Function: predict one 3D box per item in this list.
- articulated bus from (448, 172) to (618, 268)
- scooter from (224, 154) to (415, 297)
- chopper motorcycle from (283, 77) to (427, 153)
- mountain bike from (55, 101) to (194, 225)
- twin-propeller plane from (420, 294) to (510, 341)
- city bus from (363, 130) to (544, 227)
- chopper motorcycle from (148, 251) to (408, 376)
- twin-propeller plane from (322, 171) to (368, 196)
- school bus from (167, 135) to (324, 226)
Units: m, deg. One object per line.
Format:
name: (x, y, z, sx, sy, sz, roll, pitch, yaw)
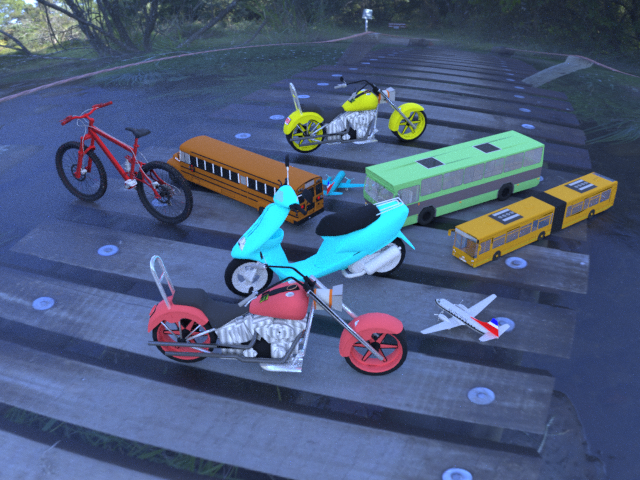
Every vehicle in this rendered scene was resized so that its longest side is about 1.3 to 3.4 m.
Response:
articulated bus: (3.463, -0.374, 11.109, 3.401, 0.561, 0.605, -20, 36, -30)
scooter: (0.016, -0.144, 9.504, 2.721, 1.786, 1.288, -8, 31, -13)
chopper motorcycle: (0.743, -2.526, 13.873, 3.040, 1.480, 0.906, -10, 32, -17)
mountain bike: (-3.284, -1.219, 11.436, 2.857, 1.688, 1.114, 15, 33, 23)
twin-propeller plane: (1.870, 0.961, 8.982, 1.370, 0.407, 1.095, -21, 36, -31)
city bus: (2.307, -1.028, 11.896, 3.255, 0.894, 0.926, -17, 34, -26)
chopper motorcycle: (-0.499, 0.878, 8.063, 3.040, 1.480, 0.906, 2, 30, 3)
twin-propeller plane: (0.277, -1.047, 12.410, 1.370, 0.407, 1.095, 9, 32, 15)
school bus: (-1.414, -1.099, 12.067, 3.322, 0.844, 0.709, 23, 37, 33)
